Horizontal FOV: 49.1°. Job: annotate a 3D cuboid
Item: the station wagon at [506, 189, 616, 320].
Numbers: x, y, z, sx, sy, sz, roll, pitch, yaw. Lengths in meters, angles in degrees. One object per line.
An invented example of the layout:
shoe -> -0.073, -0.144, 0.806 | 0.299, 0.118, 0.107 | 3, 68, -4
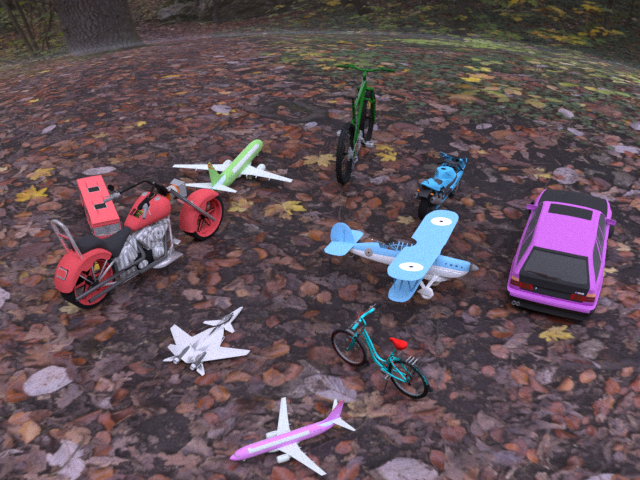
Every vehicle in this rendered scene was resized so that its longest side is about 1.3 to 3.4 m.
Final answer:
station wagon -> 3.575, -0.055, 10.193 | 1.327, 0.920, 3.105 | 13, 34, 20

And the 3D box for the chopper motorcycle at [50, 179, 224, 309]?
chopper motorcycle -> -2.459, -0.197, 9.890 | 0.906, 1.480, 3.040 | 19, 36, 28

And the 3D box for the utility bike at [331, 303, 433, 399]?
utility bike -> 0.657, 1.287, 7.980 | 1.435, 0.946, 0.535 | 23, 39, 33

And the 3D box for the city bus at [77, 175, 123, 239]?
city bus -> -3.570, -0.480, 11.325 | 0.476, 0.460, 1.674 | -13, 34, -21

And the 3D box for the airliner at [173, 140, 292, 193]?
airliner -> -1.500, -1.493, 12.618 | 2.257, 0.835, 2.541 | 8, 33, 13

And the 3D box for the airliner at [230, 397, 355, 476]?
airliner -> -0.321, 2.001, 7.310 | 1.307, 0.429, 1.161 | -12, 34, -19

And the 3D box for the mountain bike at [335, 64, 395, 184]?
mountain bike -> 0.709, -2.237, 13.016 | 1.114, 1.688, 2.857 | 8, 33, 13

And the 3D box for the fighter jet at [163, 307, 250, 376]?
fighter jet -> -1.344, 1.140, 8.850 | 1.147, 0.286, 1.358 | 15, 34, 22

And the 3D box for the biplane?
biplane -> 1.148, 0.195, 9.726 | 2.120, 0.981, 2.598 | 12, 33, 18

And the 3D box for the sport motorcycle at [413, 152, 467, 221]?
sport motorcycle -> 2.021, -0.901, 11.667 | 0.506, 0.821, 1.520 | 19, 36, 28
